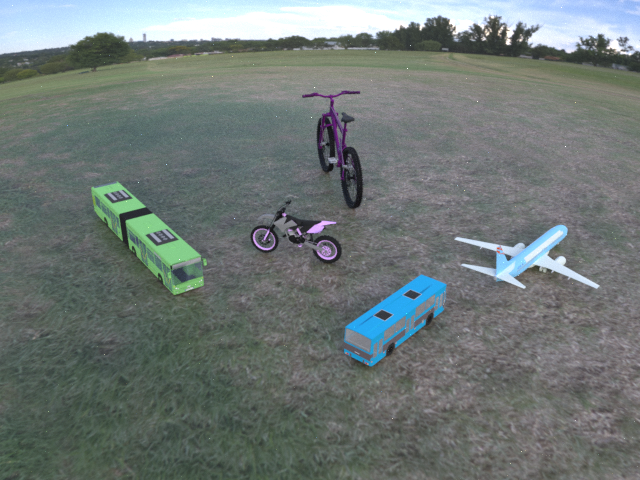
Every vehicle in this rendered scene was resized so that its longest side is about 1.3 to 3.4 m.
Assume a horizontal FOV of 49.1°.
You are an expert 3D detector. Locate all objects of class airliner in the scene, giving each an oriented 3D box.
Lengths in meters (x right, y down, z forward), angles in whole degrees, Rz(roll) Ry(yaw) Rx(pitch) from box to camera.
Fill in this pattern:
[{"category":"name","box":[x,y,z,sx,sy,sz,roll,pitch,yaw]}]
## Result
[{"category":"airliner","box":[3.169,0.046,10.412,2.257,0.835,2.541,22,34,35]}]

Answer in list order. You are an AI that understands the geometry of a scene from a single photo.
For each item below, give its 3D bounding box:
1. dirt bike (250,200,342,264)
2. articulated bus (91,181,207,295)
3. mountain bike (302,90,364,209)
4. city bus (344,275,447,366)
[{"category":"dirt bike","box":[-0.382,-0.104,10.676,1.493,0.857,0.527,9,29,16]},{"category":"articulated bus","box":[-2.793,-0.119,11.026,0.605,0.561,3.401,-18,32,-30]},{"category":"mountain bike","box":[0.337,-1.760,12.960,1.114,1.688,2.857,-7,28,-13]},{"category":"city bus","box":[0.992,1.017,8.952,0.476,0.460,1.674,22,34,35]}]
